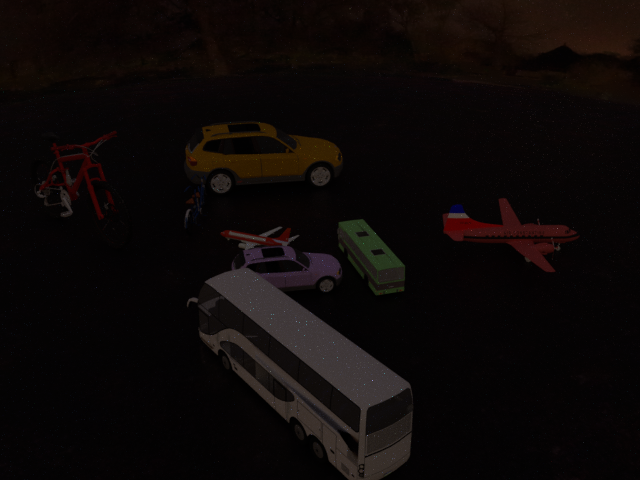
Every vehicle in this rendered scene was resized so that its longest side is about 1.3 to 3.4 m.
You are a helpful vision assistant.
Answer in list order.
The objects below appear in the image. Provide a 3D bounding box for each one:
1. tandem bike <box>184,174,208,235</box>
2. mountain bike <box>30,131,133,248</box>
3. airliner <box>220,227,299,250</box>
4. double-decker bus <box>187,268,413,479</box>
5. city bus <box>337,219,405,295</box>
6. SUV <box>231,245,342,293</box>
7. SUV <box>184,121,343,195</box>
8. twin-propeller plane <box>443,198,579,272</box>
[{"bbox_3d":[-2.103,-0.660,11.915,0.283,0.682,1.642,2,26,3],"label":"tandem bike"},{"bbox_3d":[-3.948,-0.913,11.280,2.857,1.688,1.114,21,33,36],"label":"mountain bike"},{"bbox_3d":[-1.018,-0.098,11.037,1.307,0.429,1.161,11,28,22],"label":"airliner"},{"bbox_3d":[-0.331,1.275,7.467,0.756,1.052,3.251,-18,31,-33],"label":"double-decker bus"},{"bbox_3d":[0.725,0.245,10.289,0.476,0.460,1.674,-8,27,-16],"label":"city bus"},{"bbox_3d":[-0.470,0.400,9.828,1.572,0.580,0.656,-5,26,-10],"label":"SUV"},{"bbox_3d":[-1.080,-1.662,13.484,3.058,1.128,1.276,-5,26,-10],"label":"SUV"},{"bbox_3d":[2.970,-0.187,10.804,2.129,0.792,2.663,0,26,-1],"label":"twin-propeller plane"}]
